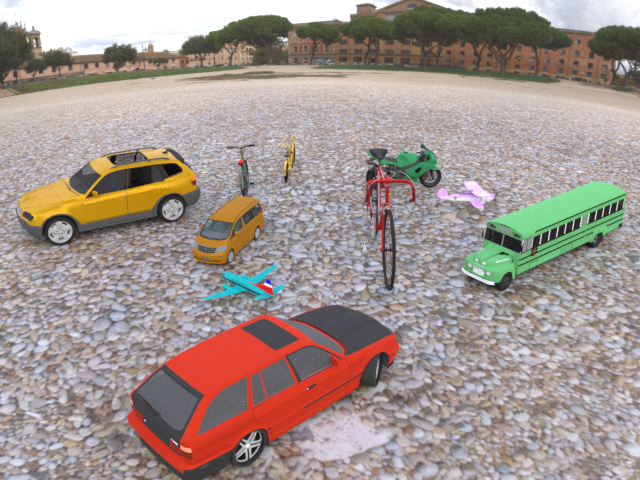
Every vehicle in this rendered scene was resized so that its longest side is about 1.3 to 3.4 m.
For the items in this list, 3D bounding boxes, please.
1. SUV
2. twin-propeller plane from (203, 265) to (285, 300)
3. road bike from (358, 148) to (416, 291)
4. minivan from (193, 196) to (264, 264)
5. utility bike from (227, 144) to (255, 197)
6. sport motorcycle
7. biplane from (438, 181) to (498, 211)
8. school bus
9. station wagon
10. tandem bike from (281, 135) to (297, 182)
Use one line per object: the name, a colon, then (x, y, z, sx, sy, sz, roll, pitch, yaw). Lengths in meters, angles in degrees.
SUV: (-3.614, -0.845, 12.050, 3.058, 1.128, 1.276, -14, 28, -27)
twin-propeller plane: (-1.035, 0.587, 9.837, 1.095, 0.407, 1.370, 21, 32, 37)
road bike: (0.932, -0.475, 10.635, 0.696, 1.656, 3.004, -1, 25, -2)
minivan: (-1.457, -0.168, 11.207, 0.681, 0.616, 1.548, 9, 27, 19)
utility bike: (-1.482, -1.295, 13.227, 0.535, 0.946, 1.435, -1, 25, -3)
sport motorcycle: (1.620, -1.405, 13.610, 1.520, 0.821, 0.506, -1, 25, -3)
biplane: (2.667, -0.789, 12.667, 1.090, 0.504, 1.336, 0, 25, -1)
school bus: (3.521, -0.124, 10.843, 3.322, 0.844, 0.709, -19, 31, -34)
station wagon: (-0.476, 1.365, 7.566, 3.105, 0.920, 1.327, -22, 33, -38)
tandem bike: (-0.629, -1.728, 14.465, 0.283, 0.682, 1.642, 2, 25, 4)
